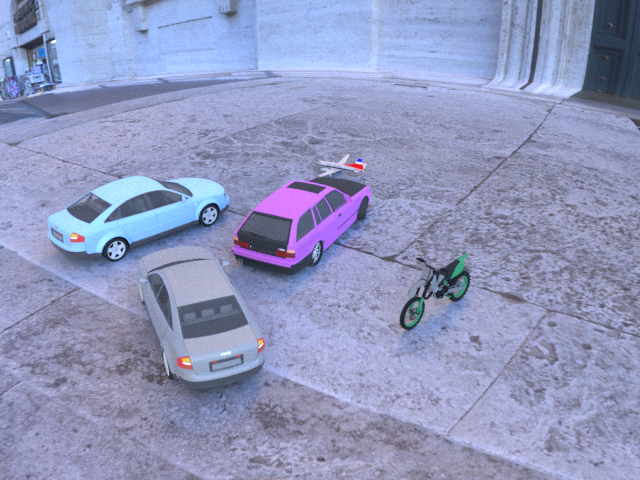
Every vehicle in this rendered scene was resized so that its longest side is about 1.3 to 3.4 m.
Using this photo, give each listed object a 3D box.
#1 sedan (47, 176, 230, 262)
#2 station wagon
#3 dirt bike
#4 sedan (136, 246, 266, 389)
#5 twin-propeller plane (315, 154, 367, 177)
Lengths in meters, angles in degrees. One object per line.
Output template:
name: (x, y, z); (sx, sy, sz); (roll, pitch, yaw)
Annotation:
sedan: (-2.937, -0.550, 11.676); (3.137, 0.940, 1.235); (-24, 36, -38)
station wagon: (-0.187, -0.483, 11.568); (1.327, 0.920, 3.105); (13, 30, 24)
dirt bike: (1.595, 0.640, 9.462); (1.493, 0.857, 0.527); (-24, 36, -38)
sedan: (-1.643, 0.762, 9.135); (1.235, 0.940, 3.137); (-11, 29, -20)
twin-propeller plane: (0.380, -1.525, 14.146); (1.095, 0.407, 1.370); (13, 30, 23)
